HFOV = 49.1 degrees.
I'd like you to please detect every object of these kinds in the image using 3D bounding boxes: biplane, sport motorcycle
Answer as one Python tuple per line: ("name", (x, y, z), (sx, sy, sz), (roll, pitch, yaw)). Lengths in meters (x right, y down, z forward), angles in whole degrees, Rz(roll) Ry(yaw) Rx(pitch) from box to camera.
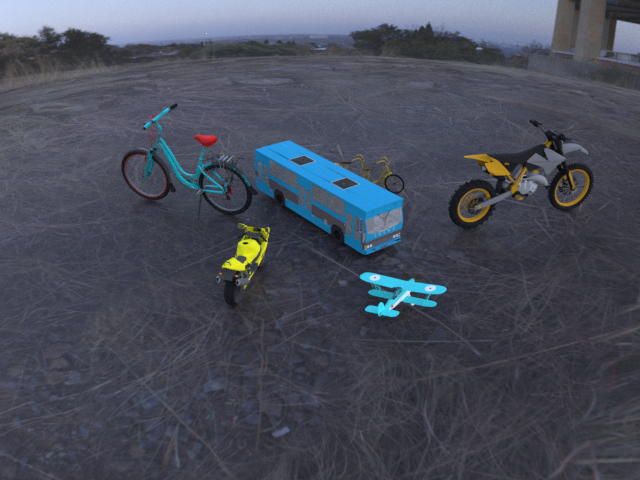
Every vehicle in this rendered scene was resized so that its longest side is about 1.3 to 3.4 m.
("biplane", (1.073, 0.801, 9.915), (1.336, 0.504, 1.090), (18, 34, 29))
("sport motorcycle", (-1.105, 0.326, 10.436), (0.506, 0.821, 1.520), (8, 30, 14))

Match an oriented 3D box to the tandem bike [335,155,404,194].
("tandem bike", (0.844, -1.307, 13.473), (1.642, 0.682, 0.283), (12, 32, 20))

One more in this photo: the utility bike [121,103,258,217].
("utility bike", (-2.426, -1.332, 12.340), (2.791, 1.839, 1.039), (11, 31, 18))

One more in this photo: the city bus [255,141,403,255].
("city bus", (0.060, -0.791, 12.342), (0.926, 0.894, 3.255), (-20, 35, -32))

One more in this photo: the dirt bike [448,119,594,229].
("dirt bike", (3.563, -1.112, 12.124), (2.903, 1.666, 1.024), (-10, 31, -17))
